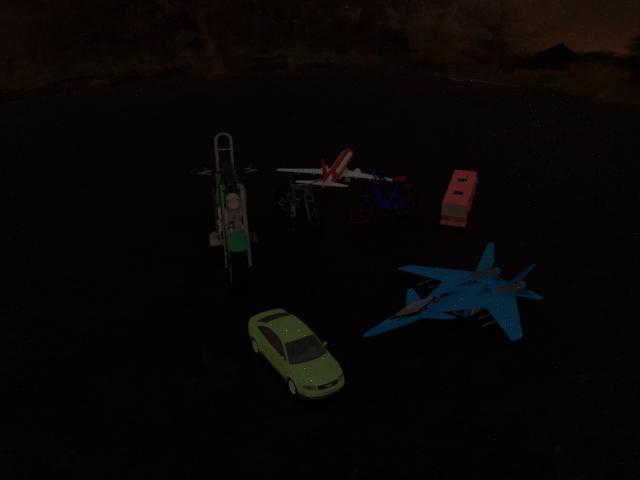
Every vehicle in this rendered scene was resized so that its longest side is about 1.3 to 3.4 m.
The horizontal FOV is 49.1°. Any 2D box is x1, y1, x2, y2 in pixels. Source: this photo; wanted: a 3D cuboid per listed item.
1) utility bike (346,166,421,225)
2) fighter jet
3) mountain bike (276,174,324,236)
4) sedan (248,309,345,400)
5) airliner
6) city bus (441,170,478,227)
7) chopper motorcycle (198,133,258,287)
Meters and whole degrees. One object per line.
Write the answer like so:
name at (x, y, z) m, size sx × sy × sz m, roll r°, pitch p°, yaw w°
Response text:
utility bike at (1.121, -0.734, 11.782) m, size 1.435 × 0.946 × 0.535 m, roll -11°, pitch 28°, yaw -21°
fighter jet at (1.635, 0.727, 9.223) m, size 2.640 × 0.557 × 2.229 m, roll -16°, pitch 30°, yaw -29°
mountain bike at (-0.357, -0.651, 11.701) m, size 0.573 × 0.868 × 1.469 m, roll -16°, pitch 30°, yaw -30°
sedan at (-0.300, 1.265, 8.201) m, size 0.635 × 0.483 × 1.613 m, roll -14°, pitch 29°, yaw -27°
airliner at (0.336, -1.536, 13.560) m, size 2.257 × 0.835 × 2.541 m, roll 6°, pitch 27°, yaw 13°
city bus at (2.459, -0.732, 12.335) m, size 0.476 × 0.460 × 1.674 m, roll 8°, pitch 27°, yaw 15°
chopper motorcycle at (-1.372, -0.535, 10.762) m, size 0.906 × 1.480 × 3.040 m, roll -5°, pitch 26°, yaw -10°
